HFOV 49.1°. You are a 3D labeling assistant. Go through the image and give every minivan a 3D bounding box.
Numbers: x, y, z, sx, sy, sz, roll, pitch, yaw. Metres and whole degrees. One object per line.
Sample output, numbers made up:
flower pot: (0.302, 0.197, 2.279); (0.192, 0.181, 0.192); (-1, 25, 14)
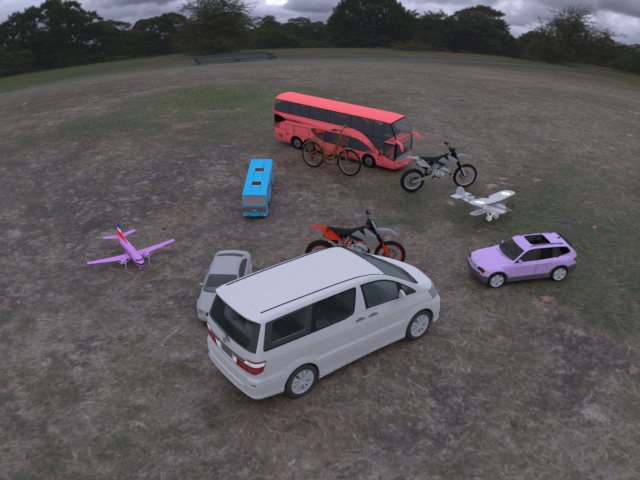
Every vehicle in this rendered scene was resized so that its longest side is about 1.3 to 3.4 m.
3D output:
minivan: (0.146, 0.804, 8.514); (3.011, 1.197, 1.324); (-19, 33, -32)

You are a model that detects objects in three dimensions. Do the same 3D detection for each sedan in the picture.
sedan: (-1.308, 0.584, 9.693); (0.635, 0.483, 1.613); (1, 28, 2)

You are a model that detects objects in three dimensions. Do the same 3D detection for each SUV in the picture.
SUV: (2.955, 0.251, 10.220); (1.572, 0.580, 0.656); (-5, 28, -10)

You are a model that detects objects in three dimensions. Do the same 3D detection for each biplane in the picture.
biplane: (2.800, -0.643, 11.993); (1.090, 0.504, 1.336); (23, 36, 37)

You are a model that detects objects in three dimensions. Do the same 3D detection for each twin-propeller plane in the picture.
twin-propeller plane: (-2.904, 0.105, 10.681); (1.370, 0.407, 1.095); (-17, 32, -29)

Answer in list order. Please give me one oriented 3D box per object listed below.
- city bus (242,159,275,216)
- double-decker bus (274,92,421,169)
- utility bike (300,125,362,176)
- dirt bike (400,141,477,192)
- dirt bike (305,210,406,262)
city bus: (-1.103, -0.937, 12.596); (0.476, 0.460, 1.674); (0, 28, 0)
double-decker bus: (0.469, -2.268, 14.483); (3.251, 1.052, 0.756); (18, 33, 31)
utility bike: (0.223, -1.817, 13.742); (1.435, 0.946, 0.535); (17, 32, 29)
dirt bike: (2.205, -1.321, 12.899); (1.493, 0.857, 0.527); (-5, 28, -10)
dirt bike: (0.525, 0.042, 10.319); (1.493, 0.857, 0.527); (1, 28, 2)
